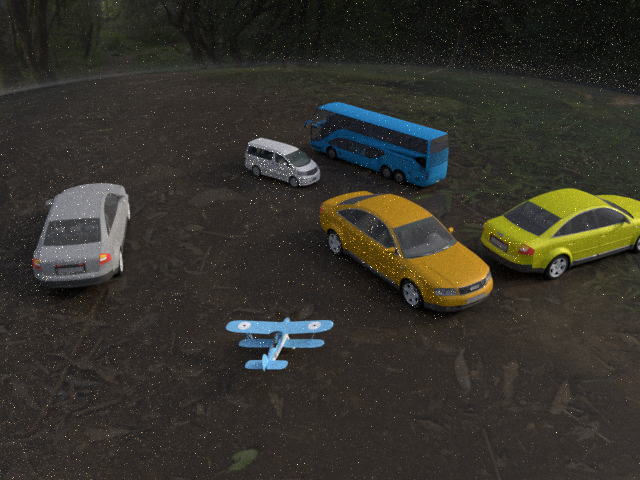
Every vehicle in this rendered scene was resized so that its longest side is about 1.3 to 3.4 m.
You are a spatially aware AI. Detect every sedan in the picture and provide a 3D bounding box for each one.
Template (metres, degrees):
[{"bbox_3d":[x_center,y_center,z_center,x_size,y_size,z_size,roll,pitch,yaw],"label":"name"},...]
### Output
[{"bbox_3d":[1.184,-0.002,10.253,1.235,0.940,3.137,-17,32,-29],"label":"sedan"},{"bbox_3d":[3.941,-0.261,10.752,3.137,0.940,1.235,-13,30,-24],"label":"sedan"},{"bbox_3d":[-3.625,-0.282,10.792,1.235,0.940,3.137,-4,28,-9],"label":"sedan"}]

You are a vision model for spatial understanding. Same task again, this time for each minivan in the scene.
[{"bbox_3d":[-0.721,-1.504,13.496,1.548,0.616,0.681,19,33,32],"label":"minivan"}]

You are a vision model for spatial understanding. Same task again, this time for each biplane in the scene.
[{"bbox_3d":[-0.534,1.231,8.353,1.336,0.504,1.090,6,28,11],"label":"biplane"}]

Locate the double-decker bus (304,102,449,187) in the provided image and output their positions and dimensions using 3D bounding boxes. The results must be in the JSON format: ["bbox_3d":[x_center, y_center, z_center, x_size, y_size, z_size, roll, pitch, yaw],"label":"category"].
[{"bbox_3d":[1.061,-1.946,13.873,0.756,1.052,3.251,-24,36,-39],"label":"double-decker bus"}]
